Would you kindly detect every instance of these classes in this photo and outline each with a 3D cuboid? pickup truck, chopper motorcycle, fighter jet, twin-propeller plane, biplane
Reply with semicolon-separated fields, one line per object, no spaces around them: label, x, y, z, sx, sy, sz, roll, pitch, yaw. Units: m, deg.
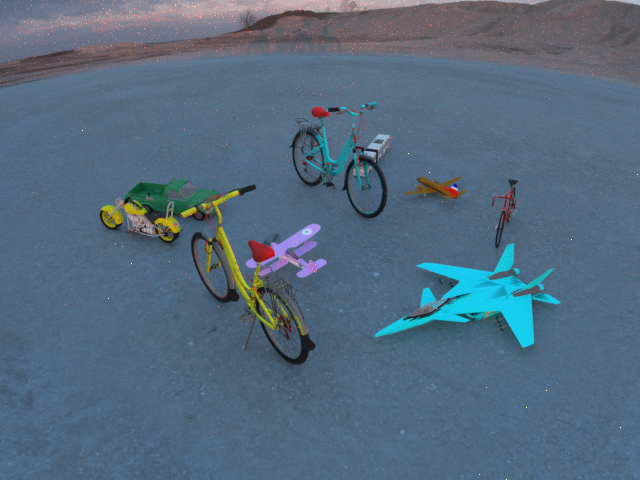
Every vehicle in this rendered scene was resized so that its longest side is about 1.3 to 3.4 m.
pickup truck;-2.520;-0.755;12.068;1.603;0.511;0.640;7;30;13
chopper motorcycle;-2.900;-0.402;11.168;1.563;0.761;0.466;14;32;23
fighter jet;1.843;0.752;9.285;2.640;0.557;2.229;-15;32;-25
twin-propeller plane;2.107;-0.985;12.593;1.370;0.407;1.095;-17;33;-29
biplane;-0.417;0.261;10.231;1.336;0.504;1.090;-23;36;-35

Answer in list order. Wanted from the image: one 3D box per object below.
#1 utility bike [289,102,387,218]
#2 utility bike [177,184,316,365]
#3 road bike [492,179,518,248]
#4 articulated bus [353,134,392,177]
utility bike;0.340;-1.590;12.207;1.039;1.839;2.791;-19;34;-31
utility bike;-1.012;0.395;8.605;1.039;1.839;2.791;-20;35;-32
road bike;2.996;-0.488;11.230;0.358;0.852;1.545;12;31;20
articulated bus;1.053;-1.710;14.031;0.311;0.289;1.749;10;30;18
